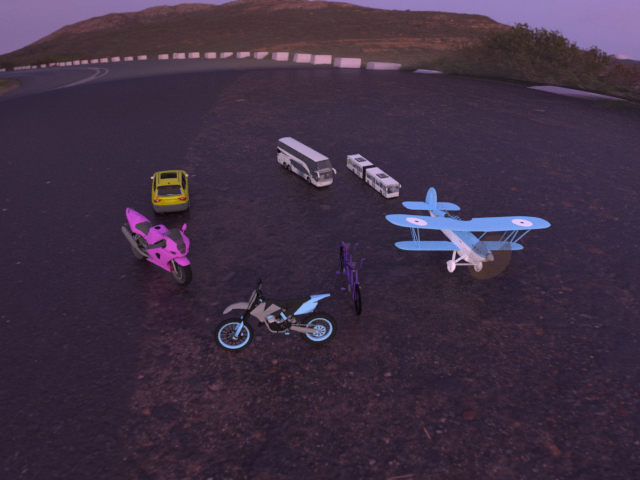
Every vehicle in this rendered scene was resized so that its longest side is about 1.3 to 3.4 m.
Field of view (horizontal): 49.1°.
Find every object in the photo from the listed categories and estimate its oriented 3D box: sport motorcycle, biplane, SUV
[{"bbox_3d":[-2.332,0.085,10.106,0.506,0.821,1.520,-24,35,-39],"label":"sport motorcycle"},{"bbox_3d":[2.060,-0.158,10.411,2.598,0.981,2.120,-8,28,-16],"label":"biplane"},{"bbox_3d":[-2.659,-0.956,12.436,0.656,0.580,1.572,-5,27,-10],"label":"SUV"}]

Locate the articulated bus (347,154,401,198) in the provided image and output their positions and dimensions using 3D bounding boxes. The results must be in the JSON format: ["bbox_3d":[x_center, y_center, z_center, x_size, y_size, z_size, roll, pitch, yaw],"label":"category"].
[{"bbox_3d":[0.989,-1.238,13.319,0.311,0.289,1.749,-11,29,-20],"label":"articulated bus"}]

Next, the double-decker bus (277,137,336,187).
[{"bbox_3d":[-0.298,-1.511,13.579,0.389,0.541,1.672,-15,31,-28],"label":"double-decker bus"}]

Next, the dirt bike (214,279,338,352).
[{"bbox_3d":[-0.525,0.941,8.370,1.493,0.857,0.527,-4,27,-7],"label":"dirt bike"}]

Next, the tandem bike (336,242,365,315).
[{"bbox_3d":[0.419,0.387,9.662,0.283,0.682,1.642,-3,27,-7],"label":"tandem bike"}]
